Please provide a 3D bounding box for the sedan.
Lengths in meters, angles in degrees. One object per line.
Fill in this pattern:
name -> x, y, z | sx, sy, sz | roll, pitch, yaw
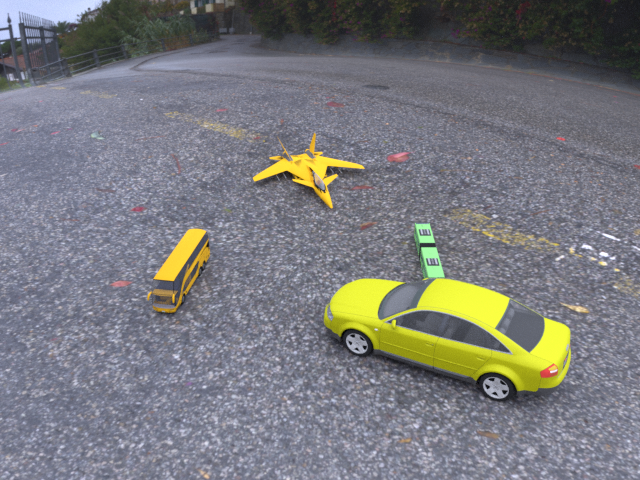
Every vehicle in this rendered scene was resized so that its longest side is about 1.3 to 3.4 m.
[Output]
sedan -> 1.538, 1.043, 8.821 | 3.137, 0.940, 1.235 | 14, 32, 24

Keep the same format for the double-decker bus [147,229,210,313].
double-decker bus -> -2.037, 0.446, 10.299 | 0.389, 0.541, 1.672 | 5, 30, 9

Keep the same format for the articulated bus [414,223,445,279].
articulated bus -> 1.689, 0.242, 10.924 | 0.311, 0.289, 1.749 | 0, 29, 0

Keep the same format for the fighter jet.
fighter jet -> -0.150, -1.333, 13.469 | 2.229, 0.557, 2.640 | -8, 30, -14
